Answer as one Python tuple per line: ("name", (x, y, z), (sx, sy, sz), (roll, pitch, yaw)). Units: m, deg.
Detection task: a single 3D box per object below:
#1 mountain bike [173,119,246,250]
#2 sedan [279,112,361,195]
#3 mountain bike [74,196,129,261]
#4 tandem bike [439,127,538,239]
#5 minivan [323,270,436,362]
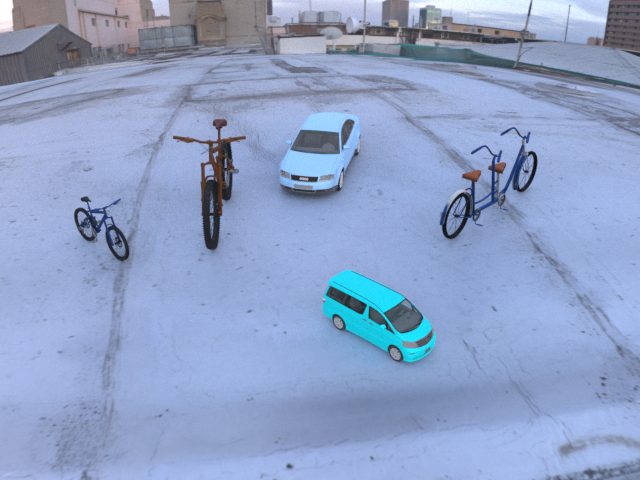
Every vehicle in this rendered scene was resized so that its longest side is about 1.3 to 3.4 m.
("mountain bike", (-1.680, -1.085, 11.493), (1.114, 1.688, 2.857), (0, 29, 0))
("sedan", (0.045, -1.834, 13.620), (1.235, 0.940, 3.137), (6, 30, 11))
("mountain bike", (-3.409, -0.234, 10.800), (1.469, 0.868, 0.573), (24, 37, 36))
("tandem bike", (2.930, -1.037, 11.780), (0.550, 1.326, 3.192), (23, 37, 36))
("minivan", (0.752, 0.947, 8.924), (1.548, 0.616, 0.681), (25, 37, 37))
